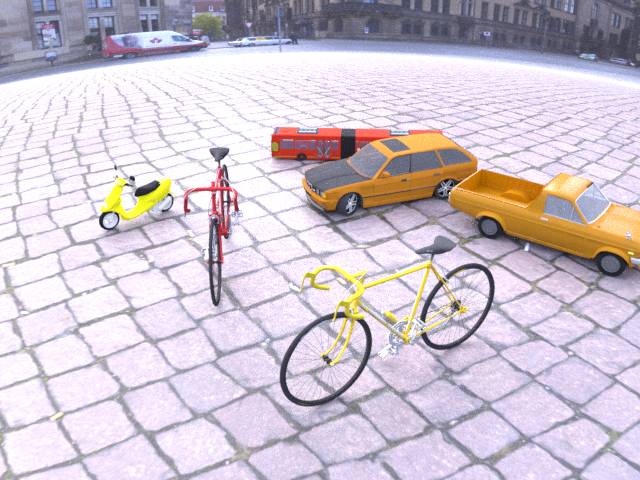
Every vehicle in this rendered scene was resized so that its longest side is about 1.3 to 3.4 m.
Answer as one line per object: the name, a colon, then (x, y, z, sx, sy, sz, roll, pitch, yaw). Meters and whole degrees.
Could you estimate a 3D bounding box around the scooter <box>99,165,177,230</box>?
scooter: (-2.977, -0.743, 11.370, 1.399, 0.919, 0.662, -23, 36, -35)

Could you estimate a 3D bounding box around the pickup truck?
pickup truck: (3.586, -0.461, 10.777, 3.117, 0.993, 1.244, 20, 35, 32)

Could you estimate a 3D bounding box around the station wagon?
station wagon: (1.222, -1.234, 12.266, 3.105, 0.920, 1.327, -11, 30, -19)

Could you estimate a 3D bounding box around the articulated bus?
articulated bus: (0.751, -1.885, 13.830, 3.401, 0.561, 0.605, 2, 29, 3)

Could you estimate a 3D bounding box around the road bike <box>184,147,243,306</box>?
road bike: (-1.422, -0.367, 9.914, 0.697, 1.656, 3.004, -1, 29, -2)

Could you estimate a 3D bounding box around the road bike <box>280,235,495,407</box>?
road bike: (0.858, 0.819, 7.745, 3.004, 1.656, 0.697, -17, 33, -28)
